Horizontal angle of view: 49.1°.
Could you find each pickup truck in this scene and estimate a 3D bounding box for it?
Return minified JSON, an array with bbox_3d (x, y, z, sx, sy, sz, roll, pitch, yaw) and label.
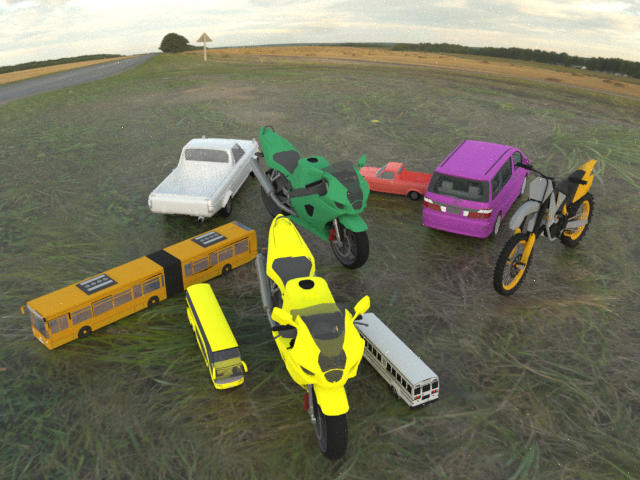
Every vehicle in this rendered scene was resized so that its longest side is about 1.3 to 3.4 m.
[{"bbox_3d":[1.428,-1.128,12.937,1.603,0.511,0.640,9,29,17],"label":"pickup truck"},{"bbox_3d":[-1.998,-1.248,12.645,1.244,0.993,3.117,5,28,9],"label":"pickup truck"}]

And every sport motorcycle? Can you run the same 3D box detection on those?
[{"bbox_3d":[-0.157,0.962,7.745,0.983,1.596,2.955,-6,28,-12],"label":"sport motorcycle"},{"bbox_3d":[-0.151,-0.720,10.978,0.983,1.596,2.955,-17,32,-29],"label":"sport motorcycle"}]

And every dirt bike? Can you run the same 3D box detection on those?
[{"bbox_3d":[3.357,-0.318,10.127,1.024,1.666,2.903,23,35,37],"label":"dirt bike"}]

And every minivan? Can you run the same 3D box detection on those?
[{"bbox_3d":[2.775,-1.055,12.054,1.324,1.197,3.011,14,30,24],"label":"minivan"}]

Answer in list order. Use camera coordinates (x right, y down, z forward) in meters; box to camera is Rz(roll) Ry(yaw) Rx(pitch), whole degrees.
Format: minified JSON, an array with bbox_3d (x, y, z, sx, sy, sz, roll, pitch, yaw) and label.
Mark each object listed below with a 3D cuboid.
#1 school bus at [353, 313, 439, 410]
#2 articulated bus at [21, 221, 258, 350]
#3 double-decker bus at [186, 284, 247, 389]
[{"bbox_3d":[0.772,1.341,8.274,0.365,0.434,1.708,-13,30,-23],"label":"school bus"},{"bbox_3d":[-2.318,0.535,9.686,3.401,0.561,0.605,-25,36,-39],"label":"articulated bus"},{"bbox_3d":[-1.297,1.155,8.517,0.389,0.541,1.672,-10,29,-19],"label":"double-decker bus"}]
